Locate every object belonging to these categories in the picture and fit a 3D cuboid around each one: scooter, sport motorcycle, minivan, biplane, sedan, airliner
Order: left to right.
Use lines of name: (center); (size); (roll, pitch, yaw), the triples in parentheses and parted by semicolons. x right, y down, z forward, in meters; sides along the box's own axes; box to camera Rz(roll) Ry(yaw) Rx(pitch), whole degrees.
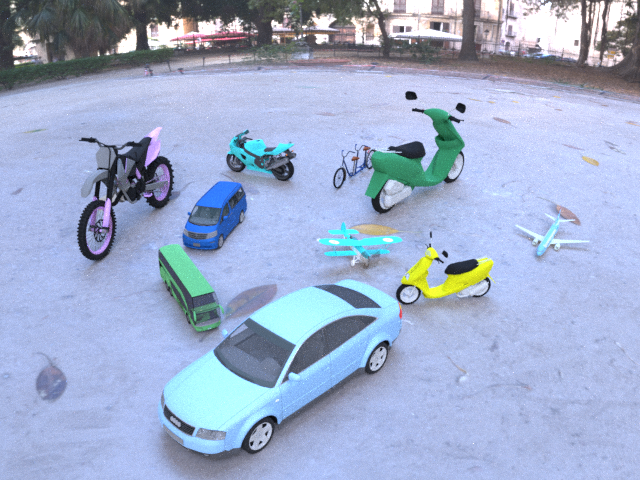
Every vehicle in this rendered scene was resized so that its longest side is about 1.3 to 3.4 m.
minivan: (-1.695, -0.408, 11.335); (0.681, 0.616, 1.548); (7, 28, 13)
sport motorcycle: (-1.159, -1.614, 13.472); (1.520, 0.821, 0.506); (12, 29, 23)
sedan: (-0.351, 1.233, 7.763); (1.235, 0.940, 3.137); (24, 35, 38)
biplane: (0.549, 0.066, 10.530); (1.336, 0.504, 1.090); (-11, 29, -20)
scooter: (1.780, -1.579, 12.342); (1.288, 1.786, 2.721); (24, 36, 39)
scooter: (1.709, 0.415, 9.389); (1.399, 0.919, 0.662); (-5, 27, -10)
airliner: (3.619, -0.137, 11.009); (1.161, 0.429, 1.307); (15, 31, 27)

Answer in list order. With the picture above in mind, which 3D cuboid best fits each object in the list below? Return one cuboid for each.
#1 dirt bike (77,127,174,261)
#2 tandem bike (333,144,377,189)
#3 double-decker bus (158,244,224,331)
dirt bike: (-3.053, -0.906, 11.156); (1.024, 1.666, 2.903); (7, 28, 14)
tandem bike: (0.697, -1.509, 13.420); (0.283, 0.682, 1.642); (16, 31, 29)
double-decker bus: (-1.765, 0.630, 9.384); (0.389, 0.541, 1.672); (-14, 30, -25)
